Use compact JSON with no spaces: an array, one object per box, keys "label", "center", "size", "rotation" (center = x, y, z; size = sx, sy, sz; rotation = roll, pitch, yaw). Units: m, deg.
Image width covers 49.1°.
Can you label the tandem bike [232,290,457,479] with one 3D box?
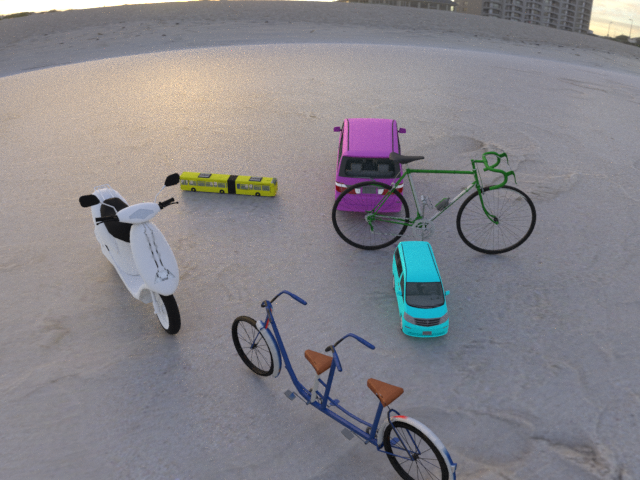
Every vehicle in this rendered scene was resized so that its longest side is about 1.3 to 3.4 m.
[{"label":"tandem bike","center":[0.092,1.425,7.208],"size":[3.192,1.326,0.550],"rotation":[26,39,37]}]

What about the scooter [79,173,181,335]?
[{"label":"scooter","center":[-2.496,-0.046,9.279],"size":[1.288,1.786,2.721],"rotation":[-18,35,-28]}]

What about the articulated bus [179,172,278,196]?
[{"label":"articulated bus","center":[-1.629,-0.992,12.395],"size":[1.749,0.289,0.311],"rotation":[5,30,8]}]

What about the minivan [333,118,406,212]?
[{"label":"minivan","center":[0.872,-1.517,12.396],"size":[1.324,1.197,3.011],"rotation":[2,30,3]}]

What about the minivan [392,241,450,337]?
[{"label":"minivan","center":[1.319,0.630,9.283],"size":[0.681,0.616,1.548],"rotation":[0,30,-1]}]

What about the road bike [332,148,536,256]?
[{"label":"road bike","center":[1.673,-0.534,10.248],"size":[3.004,1.656,0.697],"rotation":[2,30,3]}]
